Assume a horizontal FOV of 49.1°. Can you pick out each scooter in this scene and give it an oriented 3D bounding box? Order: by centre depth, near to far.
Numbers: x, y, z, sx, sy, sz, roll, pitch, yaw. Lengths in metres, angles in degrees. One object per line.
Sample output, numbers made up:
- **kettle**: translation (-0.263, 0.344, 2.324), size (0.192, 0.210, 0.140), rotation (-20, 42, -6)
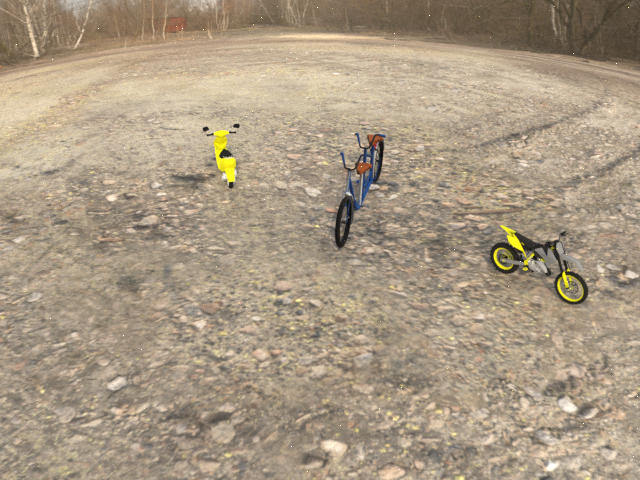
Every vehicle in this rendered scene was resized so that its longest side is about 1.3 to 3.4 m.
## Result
- **scooter**: translation (-1.703, -1.550, 12.460), size (0.662, 0.919, 1.399), rotation (-8, 31, -14)

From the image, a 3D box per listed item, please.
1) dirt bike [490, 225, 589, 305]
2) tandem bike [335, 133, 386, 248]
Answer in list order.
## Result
- **dirt bike**: translation (2.951, 0.274, 9.418), size (0.527, 0.857, 1.493), rotation (-25, 39, -36)
- **tandem bike**: translation (0.693, -1.081, 11.261), size (0.550, 1.326, 3.192), rotation (8, 31, 14)
